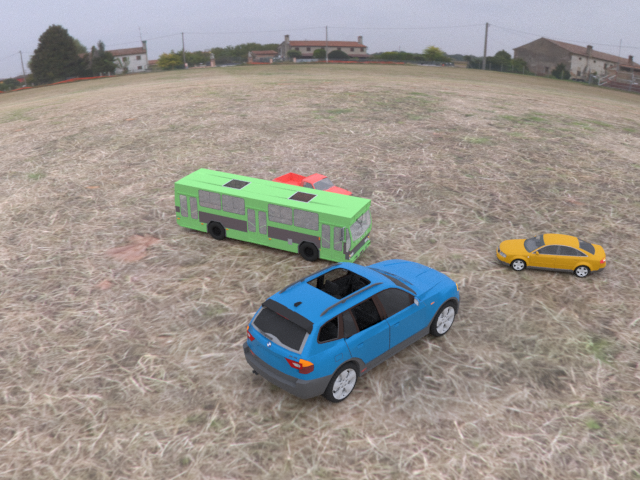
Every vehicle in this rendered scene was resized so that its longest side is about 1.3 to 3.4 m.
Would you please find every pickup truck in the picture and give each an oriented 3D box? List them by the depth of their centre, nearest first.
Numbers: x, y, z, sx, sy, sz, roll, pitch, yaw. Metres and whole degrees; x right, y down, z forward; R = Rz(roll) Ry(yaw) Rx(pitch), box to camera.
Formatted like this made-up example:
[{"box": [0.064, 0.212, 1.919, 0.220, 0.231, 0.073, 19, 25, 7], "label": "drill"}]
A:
[{"box": [-0.153, -0.945, 12.995, 1.603, 0.511, 0.640, 21, 33, 35], "label": "pickup truck"}]

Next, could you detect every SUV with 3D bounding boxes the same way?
[{"box": [0.489, 0.862, 8.622, 3.058, 1.128, 1.276, -23, 35, -39], "label": "SUV"}]

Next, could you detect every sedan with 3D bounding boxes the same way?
[{"box": [3.538, 0.180, 10.739, 1.613, 0.483, 0.635, 6, 27, 11], "label": "sedan"}]

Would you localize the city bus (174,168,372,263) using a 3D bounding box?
[{"box": [-0.808, -0.393, 11.437, 3.255, 0.894, 0.926, 12, 29, 23], "label": "city bus"}]
